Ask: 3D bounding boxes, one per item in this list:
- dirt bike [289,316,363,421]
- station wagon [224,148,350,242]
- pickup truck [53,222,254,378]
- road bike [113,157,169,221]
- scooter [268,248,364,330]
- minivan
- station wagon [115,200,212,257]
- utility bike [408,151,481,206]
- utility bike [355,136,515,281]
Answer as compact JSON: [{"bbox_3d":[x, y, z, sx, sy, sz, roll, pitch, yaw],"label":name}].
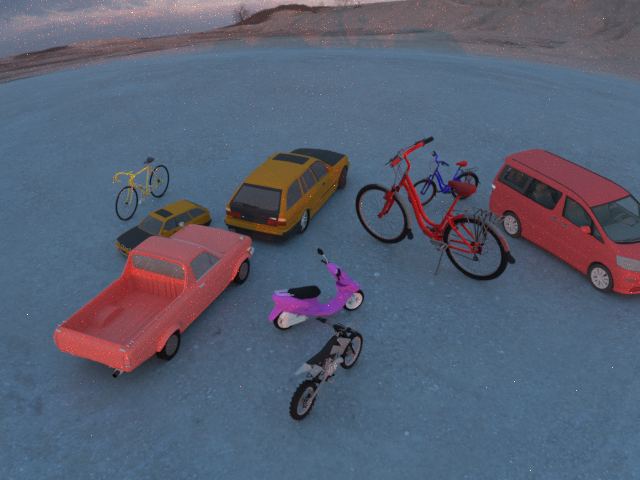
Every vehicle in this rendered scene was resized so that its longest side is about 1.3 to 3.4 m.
[{"bbox_3d":[0.094,1.394,8.056,0.527,0.857,1.493,18,35,29],"label":"dirt bike"},{"bbox_3d":[-0.465,-1.029,12.207,1.327,0.920,3.105,12,32,19],"label":"station wagon"},{"bbox_3d":[-2.070,0.588,9.322,1.244,0.993,3.117,12,32,20],"label":"pickup truck"},{"bbox_3d":[-3.071,-0.946,12.133,0.358,0.852,1.545,12,32,20],"label":"road bike"},{"bbox_3d":[-0.026,0.679,9.239,1.399,0.919,0.662,-13,32,-22],"label":"scooter"},{"bbox_3d":[3.992,-0.352,10.753,1.324,1.197,3.011,-16,33,-25],"label":"minivan"},{"bbox_3d":[-2.512,-0.213,11.237,0.682,0.473,1.597,23,37,35],"label":"station wagon"},{"bbox_3d":[2.224,-1.044,12.207,1.435,0.946,0.535,-10,31,-17],"label":"utility bike"},{"bbox_3d":[1.575,-0.426,10.238,2.791,1.839,1.039,23,37,34],"label":"utility bike"}]
